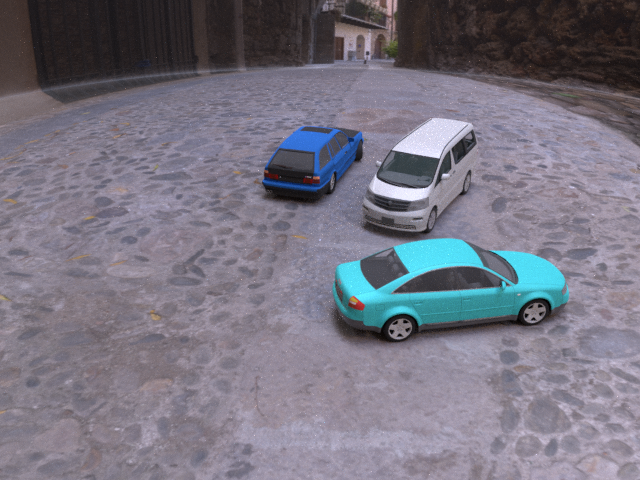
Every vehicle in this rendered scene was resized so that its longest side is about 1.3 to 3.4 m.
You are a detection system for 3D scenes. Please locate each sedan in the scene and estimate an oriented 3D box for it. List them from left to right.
[{"bbox_3d":[1.731,0.524,9.137,3.137,0.940,1.235,-5,27,-10],"label":"sedan"}]

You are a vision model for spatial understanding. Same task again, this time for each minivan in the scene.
[{"bbox_3d":[1.807,-1.180,12.223,1.324,1.197,3.011,14,30,25],"label":"minivan"}]

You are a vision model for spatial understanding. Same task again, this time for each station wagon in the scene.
[{"bbox_3d":[-0.037,-1.731,13.621,1.327,0.920,3.105,9,28,17],"label":"station wagon"}]
